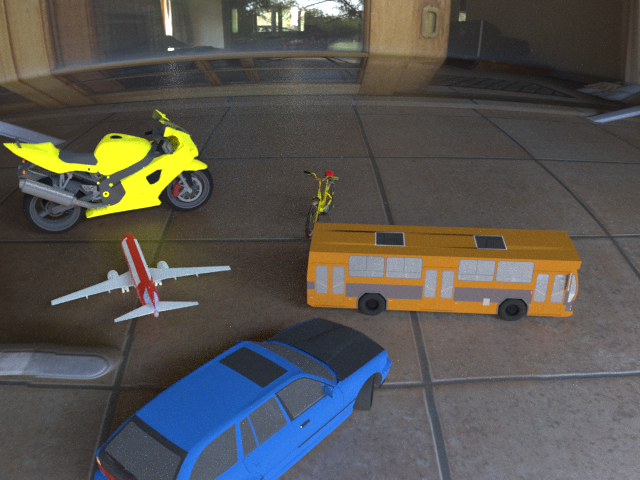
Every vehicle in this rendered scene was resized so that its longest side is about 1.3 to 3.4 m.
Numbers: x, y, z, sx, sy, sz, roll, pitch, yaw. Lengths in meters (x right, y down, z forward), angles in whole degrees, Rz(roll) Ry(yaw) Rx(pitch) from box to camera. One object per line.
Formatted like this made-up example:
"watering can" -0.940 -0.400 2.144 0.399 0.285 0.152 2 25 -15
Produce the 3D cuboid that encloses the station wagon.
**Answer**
"station wagon" -0.568 1.526 6.674 1.327 0.920 3.105 22 35 35

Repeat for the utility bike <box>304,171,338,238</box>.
"utility bike" 0.066 -0.658 10.750 0.535 0.946 1.435 8 29 15

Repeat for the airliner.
"airliner" -2.355 0.282 9.102 2.257 0.835 2.541 -11 30 -20

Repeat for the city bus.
"city bus" 1.487 0.400 8.817 3.255 0.894 0.926 2 28 4

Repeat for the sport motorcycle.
"sport motorcycle" -3.104 -1.003 10.707 2.955 1.596 0.983 -11 30 -19
